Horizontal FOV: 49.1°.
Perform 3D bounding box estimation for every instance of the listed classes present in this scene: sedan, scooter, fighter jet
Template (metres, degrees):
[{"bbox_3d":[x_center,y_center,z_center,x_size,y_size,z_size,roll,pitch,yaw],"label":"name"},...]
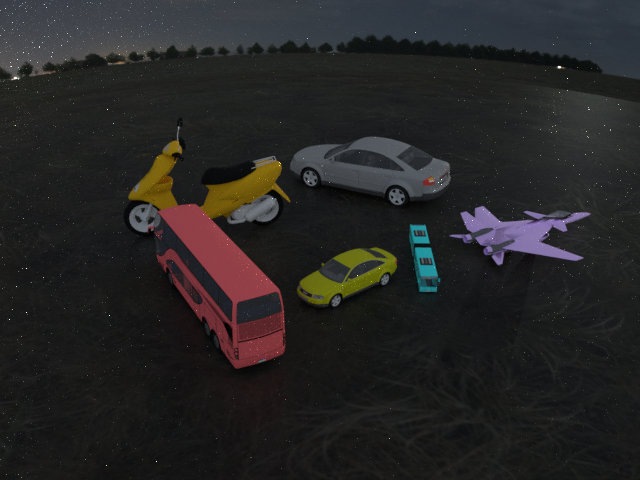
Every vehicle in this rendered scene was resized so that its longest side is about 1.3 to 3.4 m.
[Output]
[{"bbox_3d":[0.891,-1.426,13.180,3.137,0.940,1.235,14,30,26],"label":"sedan"},{"bbox_3d":[0.396,0.469,9.902,1.613,0.483,0.635,-20,33,-35],"label":"sedan"},{"bbox_3d":[-1.848,-0.976,11.334,2.721,1.786,1.288,-5,27,-11],"label":"scooter"},{"bbox_3d":[3.507,-0.309,11.375,2.640,0.557,2.229,-15,30,-27],"label":"fighter jet"}]

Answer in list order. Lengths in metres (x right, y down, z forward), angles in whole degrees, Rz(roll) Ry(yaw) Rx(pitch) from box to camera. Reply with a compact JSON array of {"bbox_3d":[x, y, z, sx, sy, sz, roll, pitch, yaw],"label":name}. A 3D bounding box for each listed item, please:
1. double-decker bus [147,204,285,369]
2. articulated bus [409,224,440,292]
[{"bbox_3d":[-1.450,0.460,9.286,0.756,1.052,3.251,-14,30,-26],"label":"double-decker bus"},{"bbox_3d":[1.547,0.243,10.572,0.311,0.289,1.749,1,27,1],"label":"articulated bus"}]
